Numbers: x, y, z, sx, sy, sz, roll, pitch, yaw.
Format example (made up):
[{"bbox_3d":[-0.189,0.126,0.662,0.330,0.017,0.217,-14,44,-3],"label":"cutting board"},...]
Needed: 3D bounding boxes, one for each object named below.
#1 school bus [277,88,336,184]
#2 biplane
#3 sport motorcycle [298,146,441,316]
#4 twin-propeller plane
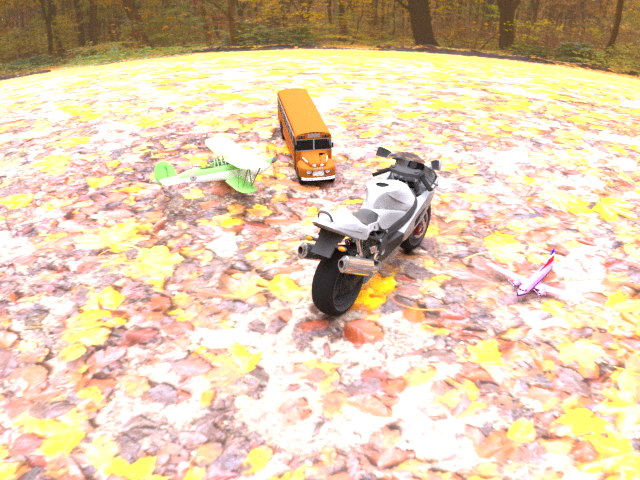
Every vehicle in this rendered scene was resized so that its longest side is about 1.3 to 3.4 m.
[{"bbox_3d":[-0.303,-2.065,13.546,0.709,0.844,3.322,-5,29,-9],"label":"school bus"},{"bbox_3d":[-1.726,-1.179,11.787,2.120,0.981,2.598,-12,31,-21],"label":"biplane"},{"bbox_3d":[0.778,-0.177,9.317,0.983,1.596,2.955,18,34,30],"label":"sport motorcycle"},{"bbox_3d":[2.905,0.468,9.376,1.370,0.407,1.095,22,36,34],"label":"twin-propeller plane"}]
